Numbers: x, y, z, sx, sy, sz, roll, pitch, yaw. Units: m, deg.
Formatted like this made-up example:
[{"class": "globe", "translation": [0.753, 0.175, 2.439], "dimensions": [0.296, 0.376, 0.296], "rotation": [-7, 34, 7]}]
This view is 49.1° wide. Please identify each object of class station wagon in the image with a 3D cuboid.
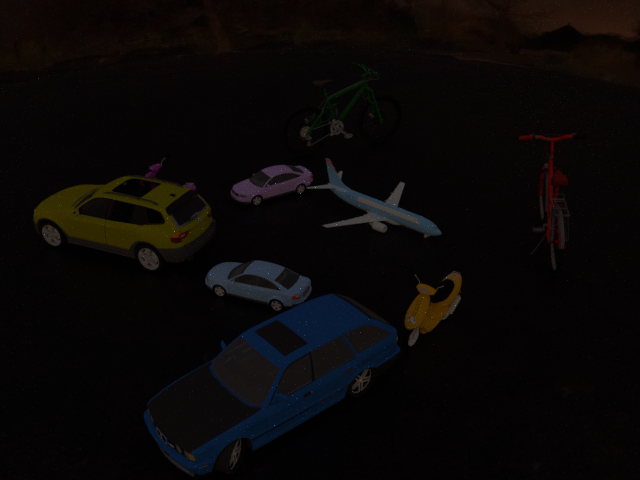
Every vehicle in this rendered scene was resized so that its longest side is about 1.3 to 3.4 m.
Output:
[{"class": "station wagon", "translation": [-0.498, 1.509, 8.102], "dimensions": [3.105, 0.920, 1.327], "rotation": [-23, 37, -34]}]

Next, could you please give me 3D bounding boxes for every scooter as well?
[{"class": "scooter", "translation": [1.523, 0.799, 9.347], "dimensions": [0.662, 0.919, 1.399], "rotation": [22, 36, 33]}, {"class": "scooter", "translation": [-2.725, -0.983, 12.471], "dimensions": [1.399, 0.919, 0.662], "rotation": [16, 34, 26]}]

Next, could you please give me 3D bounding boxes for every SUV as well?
[{"class": "SUV", "translation": [-3.192, -0.430, 11.290], "dimensions": [3.058, 1.128, 1.276], "rotation": [12, 32, 20]}]

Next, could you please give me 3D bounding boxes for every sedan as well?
[{"class": "sedan", "translation": [-0.912, 0.583, 10.166], "dimensions": [1.613, 0.483, 0.635], "rotation": [12, 32, 20]}, {"class": "sedan", "translation": [-0.899, -1.081, 13.082], "dimensions": [1.613, 0.483, 0.635], "rotation": [-17, 34, -28]}]

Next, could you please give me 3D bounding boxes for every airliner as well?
[{"class": "airliner", "translation": [1.028, -0.716, 12.087], "dimensions": [2.541, 0.835, 2.257], "rotation": [23, 37, 35]}]

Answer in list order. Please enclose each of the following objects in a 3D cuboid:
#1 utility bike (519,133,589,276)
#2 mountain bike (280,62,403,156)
[{"class": "utility bike", "translation": [3.591, -0.704, 11.054], "dimensions": [1.039, 1.839, 2.791], "rotation": [5, 30, 8]}, {"class": "mountain bike", "translation": [0.498, -2.700, 14.705], "dimensions": [2.857, 1.688, 1.114], "rotation": [-13, 32, -21]}]
